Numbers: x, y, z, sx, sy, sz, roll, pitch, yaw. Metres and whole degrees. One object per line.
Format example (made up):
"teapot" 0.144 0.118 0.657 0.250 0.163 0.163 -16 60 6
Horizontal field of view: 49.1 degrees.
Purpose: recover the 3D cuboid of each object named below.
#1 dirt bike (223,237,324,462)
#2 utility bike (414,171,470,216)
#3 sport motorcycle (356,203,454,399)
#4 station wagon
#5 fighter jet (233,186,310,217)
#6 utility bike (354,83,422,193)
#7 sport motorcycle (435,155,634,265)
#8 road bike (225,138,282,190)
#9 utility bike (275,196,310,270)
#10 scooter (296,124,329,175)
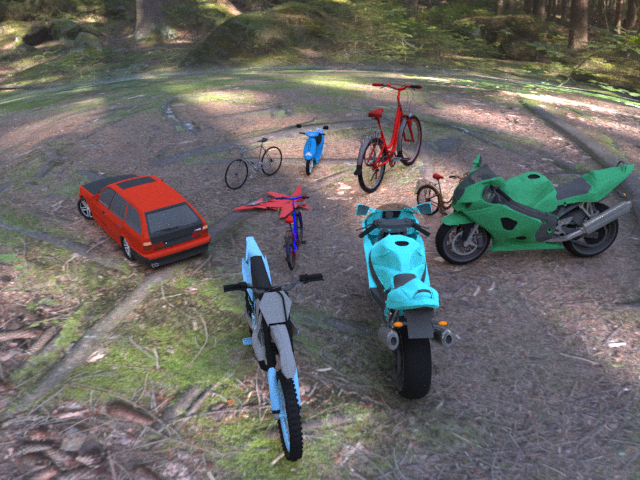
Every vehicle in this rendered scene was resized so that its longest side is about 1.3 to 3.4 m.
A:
"dirt bike" -0.548 0.992 7.746 1.024 1.666 2.903 -6 28 -12
"utility bike" 2.209 -0.763 11.969 0.535 0.946 1.435 -22 34 -36
"sport motorcycle" 0.984 0.592 8.605 0.983 1.596 2.955 -1 27 -3
"station wagon" -3.017 -0.560 11.600 1.327 0.920 3.105 -19 32 -32
"fighter jet" -0.908 -0.695 12.559 1.358 0.286 1.147 -7 28 -14
"utility bike" 1.290 -2.074 13.551 1.039 1.839 2.791 16 31 28
"sport motorcycle" 3.208 -0.410 10.564 2.955 1.596 0.983 -3 27 -7
"road bike" -1.271 -1.522 13.554 0.358 0.852 1.545 22 34 36
"utility bike" -0.446 -0.183 10.834 0.535 0.946 1.435 3 27 6
"scooter" -0.121 -1.964 14.345 0.662 0.919 1.399 5 28 10
